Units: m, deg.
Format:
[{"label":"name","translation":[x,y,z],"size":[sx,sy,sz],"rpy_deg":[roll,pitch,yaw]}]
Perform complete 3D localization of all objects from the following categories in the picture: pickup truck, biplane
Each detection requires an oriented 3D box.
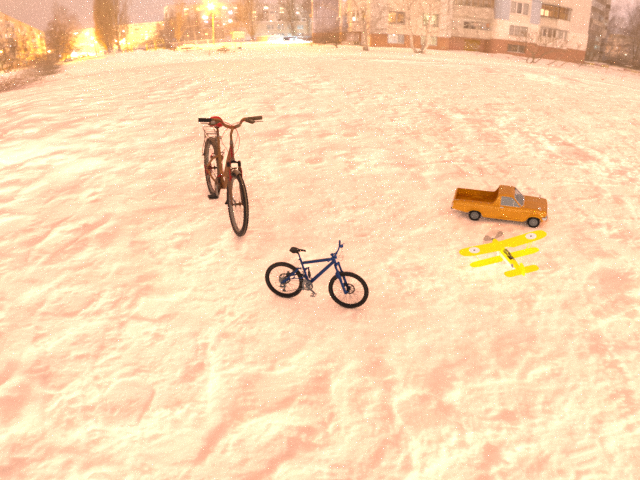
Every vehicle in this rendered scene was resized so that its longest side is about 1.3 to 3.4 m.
[{"label":"pickup truck","translation":[3.055,-0.635,11.870],"size":[1.603,0.511,0.640],"rpy_deg":[8,29,14]},{"label":"biplane","translation":[2.731,0.247,10.246],"size":[1.336,0.504,1.090],"rpy_deg":[-6,29,-10]}]

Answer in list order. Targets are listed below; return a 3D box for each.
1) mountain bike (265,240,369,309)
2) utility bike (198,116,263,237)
[{"label":"mountain bike","translation":[-0.056,0.477,9.439],"size":[1.469,0.868,0.573],"rpy_deg":[8,29,14]},{"label":"utility bike","translation":[-1.538,-1.321,11.743],"size":[1.039,1.839,2.791],"rpy_deg":[-11,30,-19]}]
